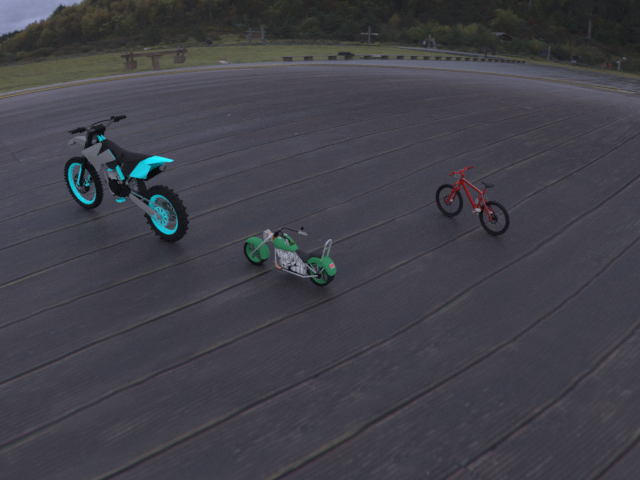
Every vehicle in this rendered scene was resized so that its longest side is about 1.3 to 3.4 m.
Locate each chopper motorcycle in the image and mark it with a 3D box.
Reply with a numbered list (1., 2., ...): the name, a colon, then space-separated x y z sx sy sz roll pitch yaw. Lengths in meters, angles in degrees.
1. chopper motorcycle: -0.444 0.151 9.751 1.563 0.761 0.466 18 32 31

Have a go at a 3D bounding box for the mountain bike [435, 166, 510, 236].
1. mountain bike: 2.428 -0.636 11.180 0.573 0.868 1.469 -21 34 -35

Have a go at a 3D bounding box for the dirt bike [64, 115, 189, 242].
1. dirt bike: -3.169 -1.002 11.019 2.903 1.666 1.024 19 32 32
